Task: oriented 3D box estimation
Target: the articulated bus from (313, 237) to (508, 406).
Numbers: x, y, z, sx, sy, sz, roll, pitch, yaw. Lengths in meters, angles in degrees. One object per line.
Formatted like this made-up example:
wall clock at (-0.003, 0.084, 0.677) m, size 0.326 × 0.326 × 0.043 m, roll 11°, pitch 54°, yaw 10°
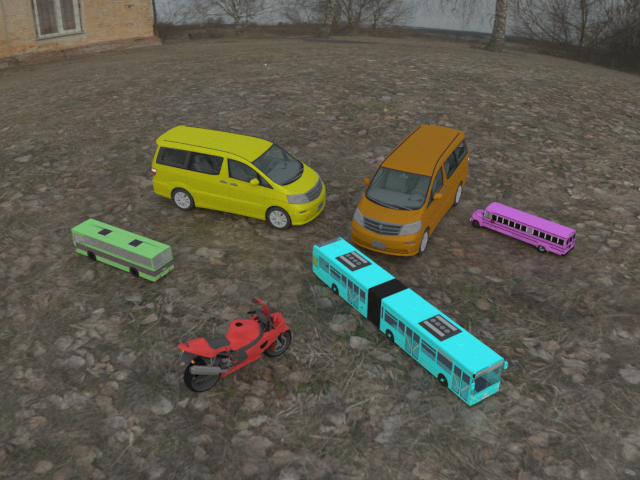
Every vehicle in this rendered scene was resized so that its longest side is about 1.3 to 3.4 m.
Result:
articulated bus at (1.008, 0.936, 9.193) m, size 0.605 × 0.561 × 3.401 m, roll -18°, pitch 35°, yaw -28°

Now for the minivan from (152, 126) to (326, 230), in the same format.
minivan at (-1.386, -1.125, 12.051) m, size 3.011 × 1.197 × 1.324 m, roll 11°, pitch 32°, yaw 19°

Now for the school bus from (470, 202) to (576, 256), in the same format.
school bus at (3.222, -0.211, 11.256) m, size 1.708 × 0.434 × 0.365 m, roll 25°, pitch 39°, yaw 35°

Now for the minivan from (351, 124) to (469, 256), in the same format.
minivan at (1.558, -0.879, 11.636) m, size 1.324 × 1.197 × 3.011 m, roll 14°, pitch 33°, yaw 23°

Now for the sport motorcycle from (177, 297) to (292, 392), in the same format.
sport motorcycle at (-0.980, 1.266, 8.379) m, size 1.520 × 0.821 × 0.506 m, roll -21°, pitch 36°, yaw -31°

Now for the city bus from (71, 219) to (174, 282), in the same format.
city bus at (-3.000, 0.158, 10.607) m, size 1.674 × 0.460 × 0.476 m, roll 17°, pitch 35°, yaw 26°
